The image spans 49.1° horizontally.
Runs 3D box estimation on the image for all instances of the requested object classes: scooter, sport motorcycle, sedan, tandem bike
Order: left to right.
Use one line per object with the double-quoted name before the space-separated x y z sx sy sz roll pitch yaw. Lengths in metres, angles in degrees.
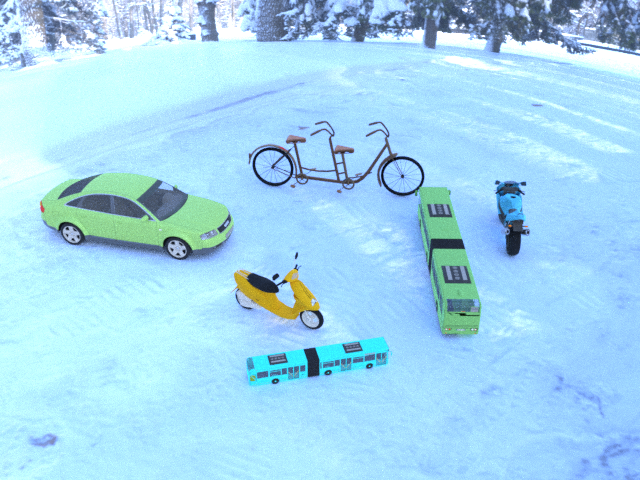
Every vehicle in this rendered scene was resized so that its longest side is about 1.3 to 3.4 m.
"sedan" -2.913 -0.491 11.150 3.137 0.940 1.235 8 32 12
"scooter" -0.581 0.656 9.254 1.399 0.919 0.662 14 34 22
"tandem bike" 0.266 -1.464 12.399 3.192 1.326 0.550 5 31 9
"sport motorcycle" 3.026 -0.397 11.108 0.506 0.821 1.520 3 31 5

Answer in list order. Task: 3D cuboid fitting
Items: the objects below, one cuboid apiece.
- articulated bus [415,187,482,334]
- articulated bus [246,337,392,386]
"articulated bus" 1.859 0.173 10.409 0.605 0.561 3.401 1 31 1
"articulated bus" -0.008 1.472 8.505 1.749 0.289 0.311 -7 32 -11
